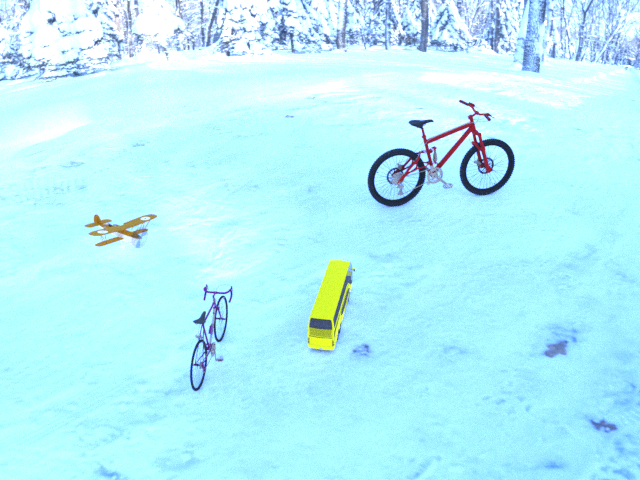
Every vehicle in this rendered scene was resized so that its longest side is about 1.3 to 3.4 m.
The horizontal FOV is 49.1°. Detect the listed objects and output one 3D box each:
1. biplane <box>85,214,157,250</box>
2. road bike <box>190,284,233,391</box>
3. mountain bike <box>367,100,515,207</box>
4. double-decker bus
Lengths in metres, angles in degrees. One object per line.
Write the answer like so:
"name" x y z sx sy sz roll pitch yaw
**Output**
"biplane" -3.232 -0.158 11.219 1.090 0.504 1.336 17 32 28
"road bike" -1.333 1.115 8.463 0.358 0.852 1.545 4 28 7
"mountain bike" 2.210 -1.476 12.432 2.857 1.688 1.114 -8 29 -14
"double-decker bus" 0.160 0.812 9.361 0.389 0.541 1.672 5 28 9
